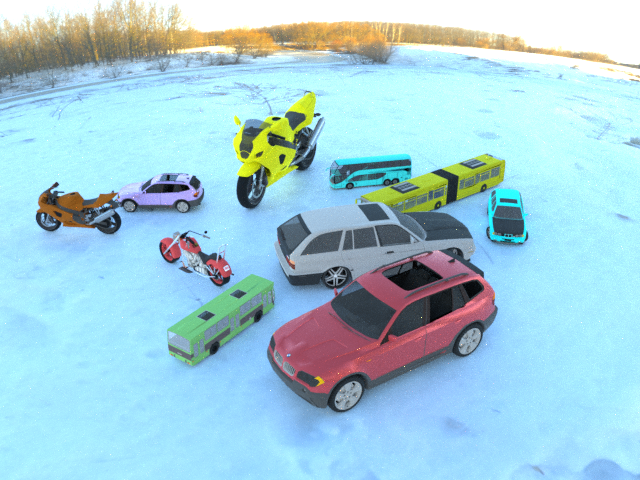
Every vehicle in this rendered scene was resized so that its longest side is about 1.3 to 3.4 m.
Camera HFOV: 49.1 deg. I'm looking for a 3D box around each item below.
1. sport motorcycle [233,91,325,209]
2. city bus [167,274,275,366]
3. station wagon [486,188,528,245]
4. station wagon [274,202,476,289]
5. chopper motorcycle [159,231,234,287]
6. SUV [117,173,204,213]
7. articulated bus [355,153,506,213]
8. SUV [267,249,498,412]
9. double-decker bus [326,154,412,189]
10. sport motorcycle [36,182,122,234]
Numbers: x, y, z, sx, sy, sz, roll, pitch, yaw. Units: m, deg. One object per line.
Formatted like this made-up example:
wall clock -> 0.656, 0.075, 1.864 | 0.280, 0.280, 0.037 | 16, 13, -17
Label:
sport motorcycle -> -0.784, -1.767, 13.363 | 0.983, 1.596, 2.955 | 13, 31, 22
city bus -> -1.274, 1.048, 9.314 | 0.476, 0.460, 1.674 | 18, 33, 30
station wagon -> 3.231, -0.453, 12.101 | 0.682, 0.473, 1.597 | 5, 29, 10
station wagon -> 0.879, -0.041, 10.858 | 3.105, 0.920, 1.327 | -7, 29, -14
chopper motorcycle -> -1.921, 0.183, 10.610 | 1.563, 0.761, 0.466 | 22, 35, 35
SUV -> -2.916, -0.889, 12.802 | 1.572, 0.580, 0.656 | 1, 28, 2
articulated bus -> 2.131, -0.936, 12.909 | 3.401, 0.561, 0.605 | -20, 34, -33
SUV -> 0.826, 0.993, 8.709 | 3.058, 1.128, 1.276 | -17, 33, -29
double-decker bus -> 0.964, -1.340, 13.683 | 1.672, 0.541, 0.389 | -6, 29, -11
sport motorcycle -> -4.093, -0.499, 11.818 | 1.520, 0.821, 0.506 | 2, 28, 4
